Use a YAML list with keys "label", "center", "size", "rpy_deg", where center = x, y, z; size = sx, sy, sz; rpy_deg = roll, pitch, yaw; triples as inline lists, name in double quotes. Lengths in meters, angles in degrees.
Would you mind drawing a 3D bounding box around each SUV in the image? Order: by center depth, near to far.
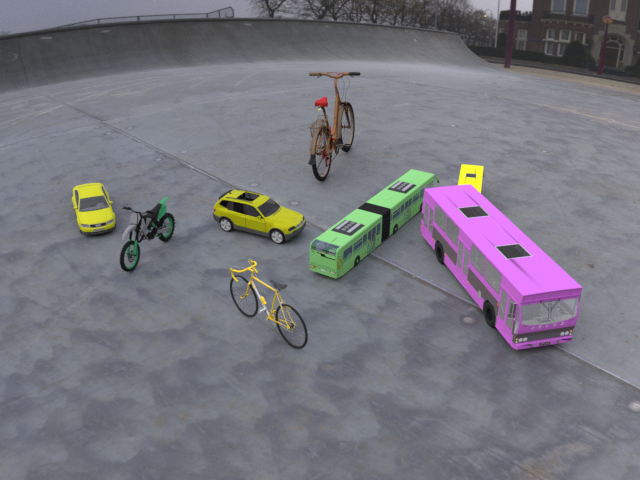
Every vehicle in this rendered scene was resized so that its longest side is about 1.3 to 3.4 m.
- label: "SUV"
  center: [-1.004, -0.424, 11.473]
  size: [1.572, 0.580, 0.656]
  rpy_deg: [13, 30, 23]

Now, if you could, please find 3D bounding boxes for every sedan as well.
- label: "sedan"
  center: [-3.862, -0.594, 11.899]
  size: [0.635, 0.483, 1.613]
  rpy_deg: [-11, 30, -19]

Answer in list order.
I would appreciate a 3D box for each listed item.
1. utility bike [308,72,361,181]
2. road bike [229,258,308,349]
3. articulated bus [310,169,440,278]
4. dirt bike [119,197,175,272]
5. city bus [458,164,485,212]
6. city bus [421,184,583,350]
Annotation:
- label: "utility bike"
  center: [0.174, -2.341, 13.761]
  size: [1.039, 1.839, 2.791]
  rpy_deg: [9, 29, 16]
- label: "road bike"
  center: [-0.680, 0.792, 8.873]
  size: [0.358, 0.852, 1.545]
  rpy_deg: [-24, 36, -37]
- label: "articulated bus"
  center: [0.955, -0.348, 11.348]
  size: [0.605, 0.561, 3.401]
  rpy_deg: [17, 32, 28]
- label: "dirt bike"
  center: [-2.622, -0.152, 10.660]
  size: [0.527, 0.857, 1.493]
  rpy_deg: [9, 29, 17]
- label: "city bus"
  center: [2.623, -0.809, 12.332]
  size: [0.476, 0.460, 1.674]
  rpy_deg: [7, 28, 12]
- label: "city bus"
  center: [2.371, 0.271, 9.817]
  size: [0.926, 0.894, 3.255]
  rpy_deg: [-6, 28, -12]
